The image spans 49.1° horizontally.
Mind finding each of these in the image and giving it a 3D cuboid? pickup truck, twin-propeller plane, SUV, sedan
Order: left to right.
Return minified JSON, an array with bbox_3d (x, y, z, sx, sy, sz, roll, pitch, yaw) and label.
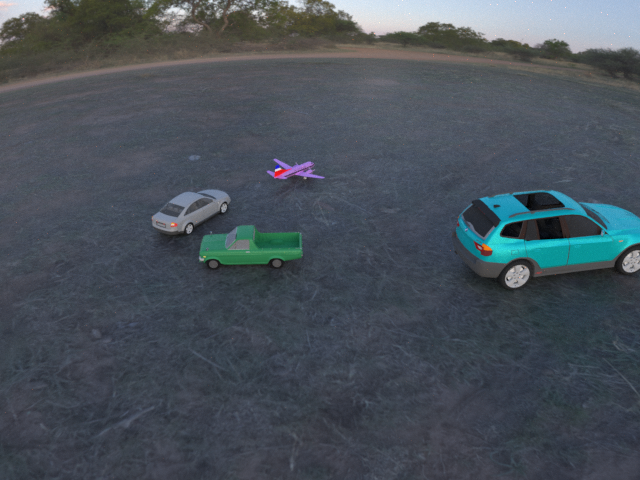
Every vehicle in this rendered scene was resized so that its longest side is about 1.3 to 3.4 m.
[{"bbox_3d":[-2.173,-0.561,11.959,0.635,0.483,1.613,16,33,27],"label":"sedan"},{"bbox_3d":[-1.054,0.082,10.752,1.603,0.511,0.640,-1,29,-2],"label":"pickup truck"},{"bbox_3d":[-0.488,-1.389,13.554,1.370,0.407,1.095,24,37,37],"label":"twin-propeller plane"},{"bbox_3d":[3.540,-0.136,10.507,3.058,1.128,1.276,-6,29,-11],"label":"SUV"}]
